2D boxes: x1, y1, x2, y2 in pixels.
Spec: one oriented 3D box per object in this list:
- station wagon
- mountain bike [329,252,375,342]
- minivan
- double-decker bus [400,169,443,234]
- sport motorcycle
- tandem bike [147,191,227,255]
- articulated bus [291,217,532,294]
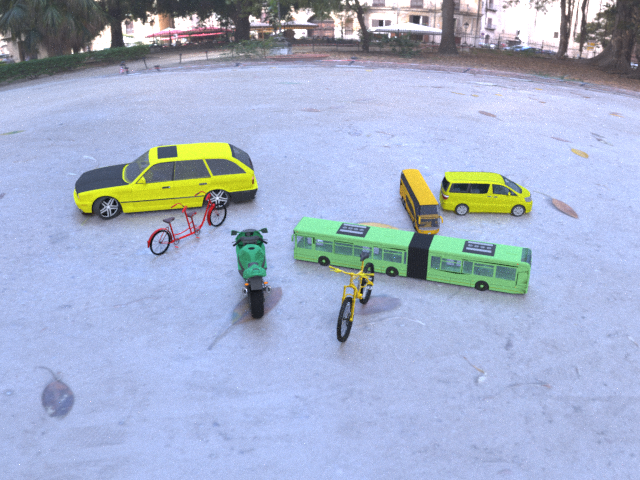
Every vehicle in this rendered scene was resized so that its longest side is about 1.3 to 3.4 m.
[{"bbox_3d":[-2.669,-1.098,12.118,3.105,0.920,1.327,-6,28,-11],"label":"station wagon"},{"bbox_3d":[0.465,0.634,8.850,0.573,0.868,1.469,9,29,17],"label":"mountain bike"},{"bbox_3d":[2.827,-0.803,11.882,1.548,0.616,0.681,1,28,2],"label":"minivan"},{"bbox_3d":[1.651,-0.638,11.646,0.389,0.541,1.672,-2,28,-5],"label":"double-decker bus"},{"bbox_3d":[-0.899,0.394,9.362,0.506,0.821,1.520,-4,28,-8],"label":"sport motorcycle"},{"bbox_3d":[-2.038,-0.301,10.847,0.283,0.682,1.642,20,33,33],"label":"tandem bike"},{"bbox_3d":[1.249,0.199,10.018,3.401,0.561,0.605,8,29,16],"label":"articulated bus"}]
